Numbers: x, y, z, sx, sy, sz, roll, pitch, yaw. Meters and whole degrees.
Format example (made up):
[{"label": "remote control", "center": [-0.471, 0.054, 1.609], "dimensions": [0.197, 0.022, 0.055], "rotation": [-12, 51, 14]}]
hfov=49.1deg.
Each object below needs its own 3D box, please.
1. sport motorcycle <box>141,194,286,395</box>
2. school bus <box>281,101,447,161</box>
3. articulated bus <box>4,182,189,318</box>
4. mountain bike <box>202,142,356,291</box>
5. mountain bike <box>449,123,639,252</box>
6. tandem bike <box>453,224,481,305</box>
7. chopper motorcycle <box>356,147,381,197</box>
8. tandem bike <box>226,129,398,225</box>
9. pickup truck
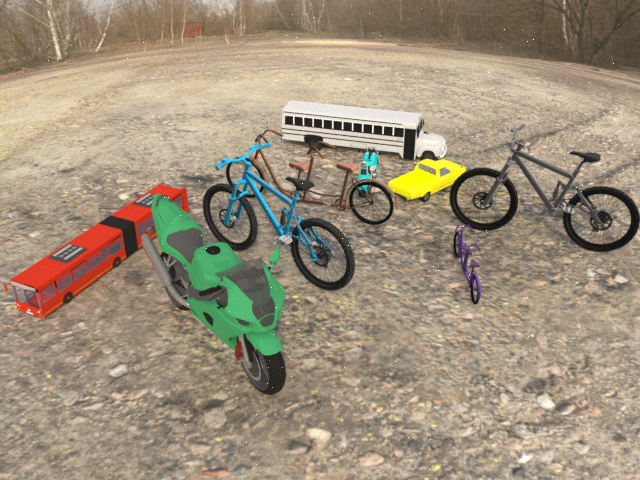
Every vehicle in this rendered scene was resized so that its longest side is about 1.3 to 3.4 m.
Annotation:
[{"label": "sport motorcycle", "center": [-1.287, 0.601, 8.520], "dimensions": [0.983, 1.596, 2.955], "rotation": [-20, 36, -30]}, {"label": "school bus", "center": [0.885, -2.197, 14.078], "dimensions": [3.322, 0.844, 0.709], "rotation": [9, 31, 15]}, {"label": "articulated bus", "center": [-3.161, 0.040, 10.514], "dimensions": [0.605, 0.561, 3.401], "rotation": [14, 33, 22]}, {"label": "mountain bike", "center": [-0.670, -0.332, 10.033], "dimensions": [2.857, 1.688, 1.114], "rotation": [21, 36, 32]}, {"label": "mountain bike", "center": [3.427, -0.739, 10.733], "dimensions": [2.857, 1.688, 1.114], "rotation": [12, 32, 19]}, {"label": "tandem bike", "center": [2.098, 0.267, 10.004], "dimensions": [0.283, 0.682, 1.642], "rotation": [-1, 30, -2]}, {"label": "chopper motorcycle", "center": [0.899, -1.349, 12.704], "dimensions": [0.466, 0.761, 1.563], "rotation": [7, 31, 11]}, {"label": "tandem bike", "center": [-0.206, -1.070, 11.662], "dimensions": [3.192, 1.326, 0.550], "rotation": [13, 33, 21]}, {"label": "pickup truck", "center": [1.944, -1.132, 12.580], "dimensions": [1.603, 0.511, 0.640], "rotation": [-25, 38, -36]}]
